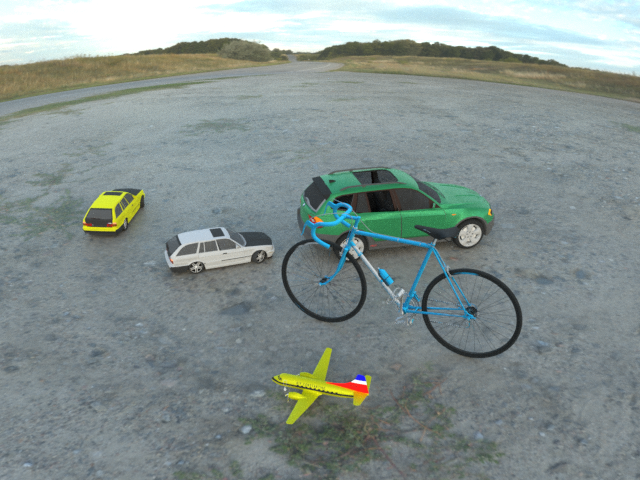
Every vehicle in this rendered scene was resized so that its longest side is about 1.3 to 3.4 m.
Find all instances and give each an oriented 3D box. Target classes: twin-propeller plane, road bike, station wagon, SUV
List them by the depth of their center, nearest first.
[{"bbox_3d":[-0.009,1.522,7.477,1.095,0.407,1.370,8,27,16],"label":"twin-propeller plane"},{"bbox_3d":[0.880,0.458,8.235,3.004,1.656,0.696,11,28,22],"label":"road bike"},{"bbox_3d":[-1.471,0.092,10.337,1.597,0.473,0.682,-9,27,-18],"label":"station wagon"},{"bbox_3d":[1.176,-0.507,10.819,3.058,1.128,1.276,-6,27,-13],"label":"SUV"},{"bbox_3d":[-3.419,-0.573,11.703,0.682,0.473,1.597,2,26,4],"label":"station wagon"}]
